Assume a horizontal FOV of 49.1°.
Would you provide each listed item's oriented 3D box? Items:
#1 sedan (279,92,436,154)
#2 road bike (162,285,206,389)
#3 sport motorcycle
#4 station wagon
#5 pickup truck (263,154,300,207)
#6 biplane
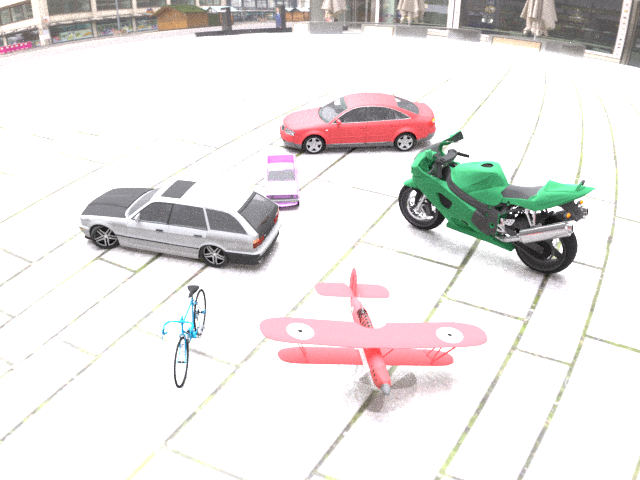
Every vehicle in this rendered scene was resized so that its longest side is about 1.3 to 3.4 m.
[{"bbox_3d":[0.753,-2.404,14.014,3.137,0.940,1.235,-2,31,-4],"label":"sedan"},{"bbox_3d":[-1.559,1.054,8.408,0.358,0.852,1.545,2,31,4],"label":"road bike"},{"bbox_3d":[2.452,-0.547,10.326,2.955,1.596,0.983,22,37,31],"label":"sport motorcycle"},{"bbox_3d":[-2.179,-0.393,10.724,3.105,0.920,1.327,9,32,14],"label":"station wagon"},{"bbox_3d":[-0.681,-1.114,12.304,0.640,0.511,1.603,-2,31,-3],"label":"pickup truck"},{"bbox_3d":[0.583,1.096,8.214,2.598,0.981,2.120,-5,32,-7],"label":"biplane"}]
